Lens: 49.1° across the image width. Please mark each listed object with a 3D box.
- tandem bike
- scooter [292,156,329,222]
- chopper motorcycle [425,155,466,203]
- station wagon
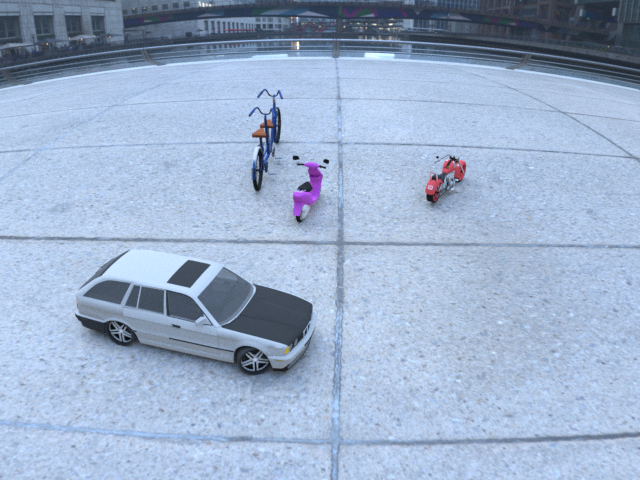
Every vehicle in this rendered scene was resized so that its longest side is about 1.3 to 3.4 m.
[{"bbox_3d":[-1.040,-2.083,13.752,0.550,1.326,3.192,3,30,5],"label":"tandem bike"},{"bbox_3d":[-0.202,-0.945,12.155,0.662,0.919,1.399,8,31,14],"label":"scooter"},{"bbox_3d":[2.337,-1.227,12.812,0.466,0.761,1.563,17,34,28],"label":"chopper motorcycle"},{"bbox_3d":[-1.586,0.820,9.036,3.105,0.920,1.327,9,31,16],"label":"station wagon"}]
